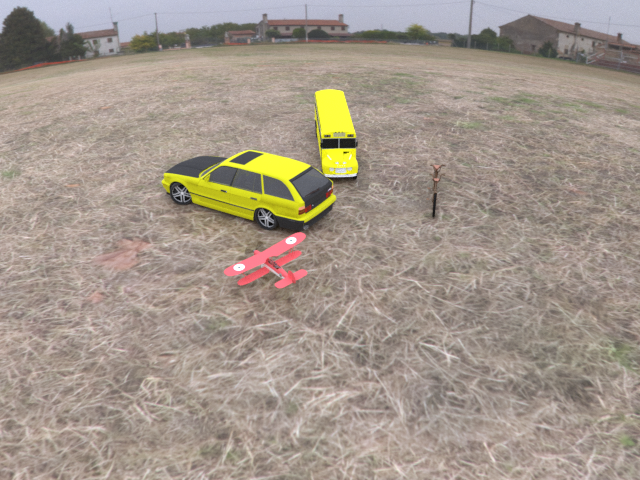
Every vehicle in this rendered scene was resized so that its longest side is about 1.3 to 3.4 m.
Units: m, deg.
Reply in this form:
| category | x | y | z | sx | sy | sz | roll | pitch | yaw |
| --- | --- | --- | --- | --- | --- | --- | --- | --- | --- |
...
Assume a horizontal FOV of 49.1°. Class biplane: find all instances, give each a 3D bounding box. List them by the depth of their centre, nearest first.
| category | x | y | z | sx | sy | sz | roll | pitch | yaw |
| --- | --- | --- | --- | --- | --- | --- | --- | --- | --- |
| biplane | -0.671 | 0.382 | 9.884 | 1.336 | 0.504 | 1.090 | -20 | 34 | -32 |

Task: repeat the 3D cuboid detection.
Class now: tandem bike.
| category | x | y | z | sx | sy | sz | roll | pitch | yaw |
| --- | --- | --- | --- | --- | --- | --- | --- | --- | --- |
| tandem bike | 2.022 | -0.991 | 12.223 | 0.283 | 0.682 | 1.642 | 4 | 29 | 8 |

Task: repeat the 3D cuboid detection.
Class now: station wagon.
| category | x | y | z | sx | sy | sz | roll | pitch | yaw |
| --- | --- | --- | --- | --- | --- | --- | --- | --- | --- |
| station wagon | -1.291 | -1.009 | 12.007 | 3.105 | 0.920 | 1.327 | 16 | 32 | 27 |

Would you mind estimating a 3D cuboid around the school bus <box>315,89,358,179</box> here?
| category | x | y | z | sx | sy | sz | roll | pitch | yaw |
| --- | --- | --- | --- | --- | --- | --- | --- | --- | --- |
| school bus | 0.296 | -2.184 | 14.248 | 0.709 | 0.844 | 3.322 | -2 | 29 | -3 |
